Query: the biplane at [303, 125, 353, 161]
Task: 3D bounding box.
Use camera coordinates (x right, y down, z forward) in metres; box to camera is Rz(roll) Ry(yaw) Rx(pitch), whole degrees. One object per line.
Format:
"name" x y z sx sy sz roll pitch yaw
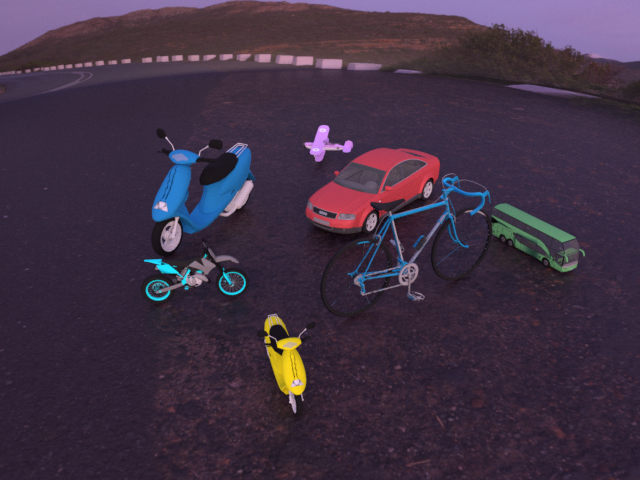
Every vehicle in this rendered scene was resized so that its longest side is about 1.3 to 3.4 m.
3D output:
"biplane" 0.155 -1.994 14.924 1.090 0.504 1.336 4 27 8

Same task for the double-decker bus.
"double-decker bus" 3.384 -0.039 11.060 0.389 0.541 1.672 -15 31 -27

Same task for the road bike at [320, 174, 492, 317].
"road bike" 1.284 0.064 9.633 3.004 1.656 0.697 -16 31 -28

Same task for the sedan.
"sedan" 1.001 -1.021 12.544 1.235 0.940 3.137 20 33 34

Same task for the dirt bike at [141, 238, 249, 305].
"dirt bike" -1.742 0.471 9.714 1.493 0.857 0.527 -4 27 -8

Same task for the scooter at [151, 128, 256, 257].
"scooter" -1.902 -0.978 11.528 1.288 1.786 2.721 14 30 25

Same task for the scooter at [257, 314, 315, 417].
"scooter" -0.411 1.291 8.042 0.662 0.919 1.399 -8 28 -15
